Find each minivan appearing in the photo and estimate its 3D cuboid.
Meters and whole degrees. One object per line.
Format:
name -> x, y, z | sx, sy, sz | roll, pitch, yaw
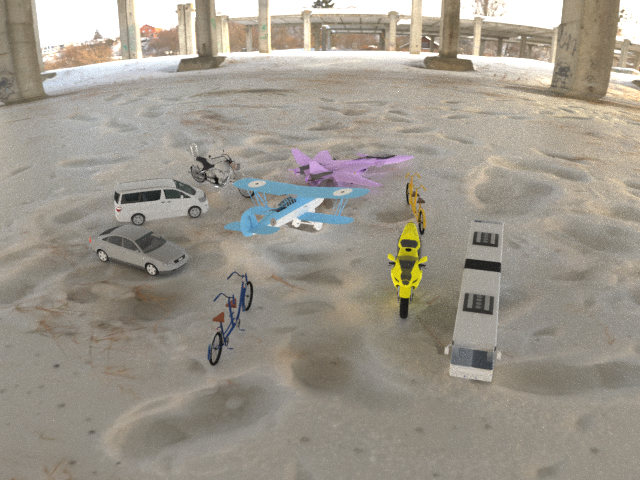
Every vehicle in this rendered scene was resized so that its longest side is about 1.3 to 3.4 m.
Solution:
minivan -> -2.681, -0.693, 11.832 | 1.548, 0.616, 0.681 | -9, 28, -17

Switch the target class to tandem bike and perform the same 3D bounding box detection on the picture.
tandem bike -> -1.086, 0.880, 8.565 | 0.283, 0.682, 1.642 | 6, 27, 11
tandem bike -> 1.597, -0.665, 11.700 | 0.283, 0.682, 1.642 | -1, 26, -3

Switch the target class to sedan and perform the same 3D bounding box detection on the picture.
sedan -> -2.696, 0.091, 10.391 | 1.613, 0.483, 0.635 | 13, 29, 25

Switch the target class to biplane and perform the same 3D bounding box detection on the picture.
biplane -> -0.546, -0.468, 10.962 | 2.598, 0.981, 2.120 | 18, 31, 32

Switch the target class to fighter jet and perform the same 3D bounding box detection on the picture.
fighter jet -> 0.762, -1.585, 13.708 | 2.640, 0.557, 2.229 | -13, 29, -24

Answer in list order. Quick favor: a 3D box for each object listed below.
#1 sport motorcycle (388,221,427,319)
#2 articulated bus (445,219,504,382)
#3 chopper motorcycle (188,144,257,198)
sport motorcycle -> 1.174, 0.386, 9.410 | 0.506, 0.821, 1.520 | 4, 27, 8
articulated bus -> 2.097, 0.643, 9.183 | 0.605, 0.561, 3.401 | 7, 27, 13
chopper motorcycle -> -1.793, -1.275, 12.848 | 1.563, 0.761, 0.466 | 17, 31, 30
